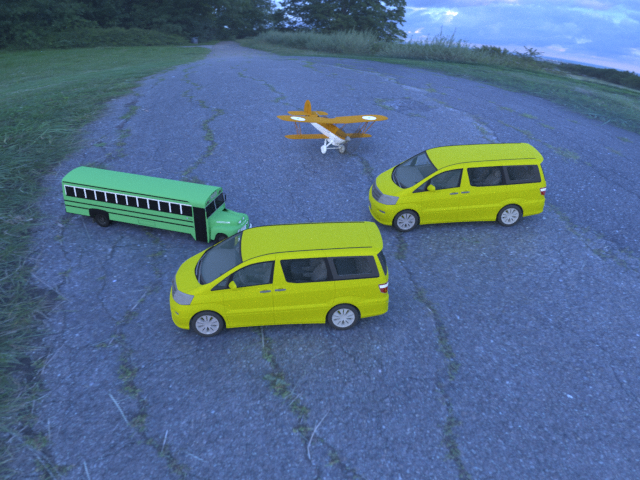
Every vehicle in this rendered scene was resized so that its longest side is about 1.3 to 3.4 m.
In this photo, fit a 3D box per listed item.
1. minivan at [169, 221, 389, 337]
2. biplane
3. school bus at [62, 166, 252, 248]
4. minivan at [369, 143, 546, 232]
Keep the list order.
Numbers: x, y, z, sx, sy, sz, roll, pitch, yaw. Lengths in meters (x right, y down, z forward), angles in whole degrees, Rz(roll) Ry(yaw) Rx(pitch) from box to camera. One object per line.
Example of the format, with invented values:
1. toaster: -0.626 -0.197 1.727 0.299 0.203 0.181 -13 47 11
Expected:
1. minivan: -0.573 0.478 9.672 3.011 1.197 1.324 -2 29 -4
2. biplane: 0.157 -2.475 15.141 2.598 0.981 2.120 -14 32 -24
3. school bus: -2.780 -0.593 11.935 3.322 0.844 0.709 10 31 16
4. minivan: 2.370 -0.973 12.251 3.011 1.197 1.324 -3 30 -5
